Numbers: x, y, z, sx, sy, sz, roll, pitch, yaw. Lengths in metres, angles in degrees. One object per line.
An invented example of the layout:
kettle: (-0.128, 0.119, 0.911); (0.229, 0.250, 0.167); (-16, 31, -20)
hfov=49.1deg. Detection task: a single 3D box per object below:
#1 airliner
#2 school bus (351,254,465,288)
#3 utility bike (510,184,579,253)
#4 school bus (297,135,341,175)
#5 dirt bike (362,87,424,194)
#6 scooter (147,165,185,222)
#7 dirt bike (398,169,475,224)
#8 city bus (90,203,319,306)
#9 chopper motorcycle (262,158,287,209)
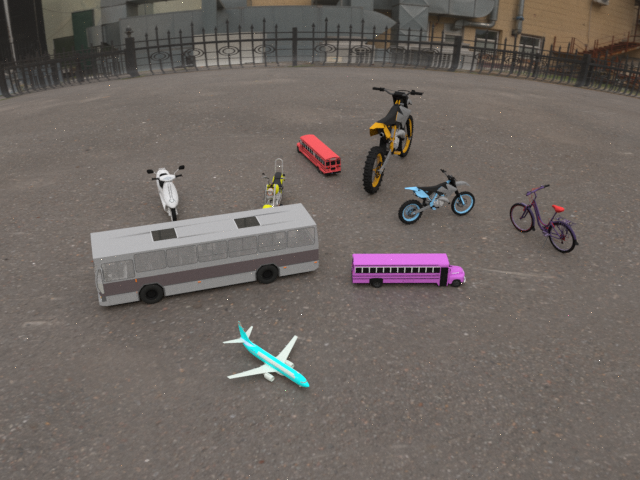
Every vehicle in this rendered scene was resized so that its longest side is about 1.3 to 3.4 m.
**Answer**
airliner: (-0.604, 1.433, 8.721); (1.307, 0.429, 1.161); (24, 37, 37)
school bus: (1.331, 0.447, 10.529); (1.708, 0.434, 0.365); (0, 29, 0)
utility bike: (3.644, -0.363, 11.482); (0.535, 0.946, 1.435); (-18, 33, -29)
school bus: (-0.058, -1.822, 14.700); (0.365, 0.434, 1.708); (-11, 30, -20)
dirt bike: (1.408, -2.106, 13.932); (1.024, 1.666, 2.903); (11, 31, 20)
scooter: (-2.745, -0.937, 12.566); (0.662, 0.919, 1.399); (-9, 30, -17)
dirt bike: (2.067, -0.743, 12.274); (1.493, 0.857, 0.527); (-9, 30, -16)
city bus: (-1.682, 0.221, 10.462); (3.255, 0.894, 0.926); (-9, 30, -16)
chopper motorcycle: (-0.842, -0.848, 12.566); (0.466, 0.761, 1.563); (3, 29, 6)
